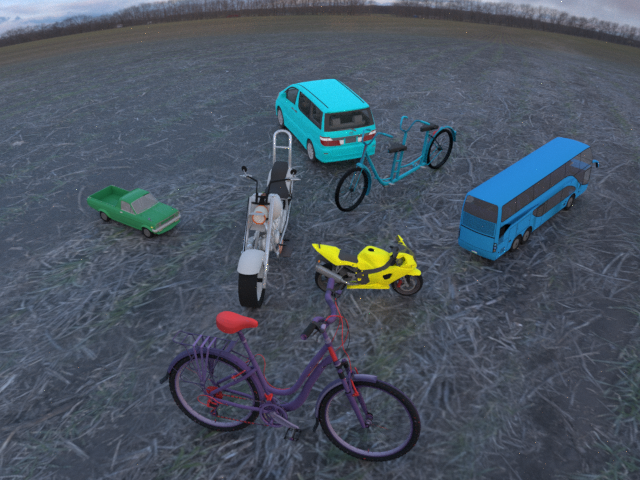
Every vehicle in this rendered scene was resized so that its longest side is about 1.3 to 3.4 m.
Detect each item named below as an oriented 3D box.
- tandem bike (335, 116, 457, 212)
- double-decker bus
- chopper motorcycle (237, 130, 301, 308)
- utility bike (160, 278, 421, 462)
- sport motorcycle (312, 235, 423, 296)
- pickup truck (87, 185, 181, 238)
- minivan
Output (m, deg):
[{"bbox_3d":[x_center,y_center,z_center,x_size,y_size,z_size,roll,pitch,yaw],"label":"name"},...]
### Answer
[{"bbox_3d":[1.393,-1.491,12.083,3.192,1.326,0.550,-27,41,-36],"label":"tandem bike"},{"bbox_3d":[3.370,-0.749,11.141,0.756,1.052,3.251,26,40,35],"label":"double-decker bus"},{"bbox_3d":[-0.757,-0.380,10.135,0.906,1.480,3.040,4,32,6],"label":"chopper motorcycle"},{"bbox_3d":[-0.333,1.300,7.068,2.791,1.839,1.039,8,33,12],"label":"utility bike"},{"bbox_3d":[0.652,0.390,9.513,1.520,0.821,0.506,2,32,3],"label":"sport motorcycle"},{"bbox_3d":[-3.021,-0.537,11.312,1.603,0.511,0.640,19,36,27],"label":"pickup truck"},{"bbox_3d":[0.034,-2.532,13.893,1.324,1.197,3.011,-11,33,-18],"label":"minivan"}]
